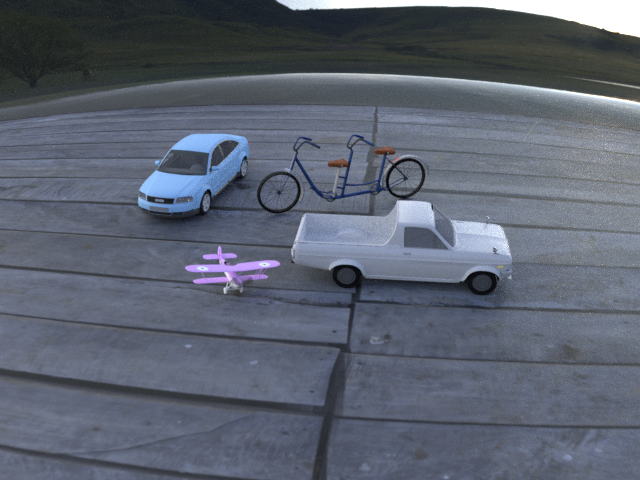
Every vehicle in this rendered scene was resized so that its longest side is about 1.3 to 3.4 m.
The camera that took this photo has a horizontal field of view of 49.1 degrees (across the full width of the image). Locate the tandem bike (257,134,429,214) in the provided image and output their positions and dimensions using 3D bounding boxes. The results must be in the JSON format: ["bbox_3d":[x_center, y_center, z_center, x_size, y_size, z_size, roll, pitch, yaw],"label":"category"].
[{"bbox_3d":[0.457,-1.206,12.174,3.192,1.326,0.550,-8,27,-16],"label":"tandem bike"}]

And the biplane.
[{"bbox_3d":[-1.247,0.419,9.793,1.336,0.504,1.090,-11,28,-22],"label":"biplane"}]

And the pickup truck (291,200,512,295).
[{"bbox_3d":[1.175,0.017,10.059,3.117,0.993,1.244,3,26,6],"label":"pickup truck"}]

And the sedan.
[{"bbox_3d":[-2.262,-1.339,12.883,1.235,0.940,3.137,7,27,14],"label":"sedan"}]
